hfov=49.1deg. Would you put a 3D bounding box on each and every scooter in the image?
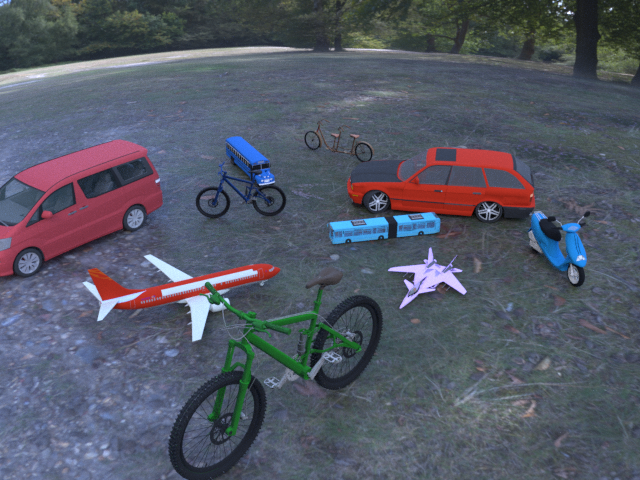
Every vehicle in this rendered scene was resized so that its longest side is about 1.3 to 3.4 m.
[{"bbox_3d":[3.358,-0.024,9.883,0.662,0.919,1.399,-7,29,-14],"label":"scooter"}]

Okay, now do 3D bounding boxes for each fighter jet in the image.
[{"bbox_3d":[1.402,0.539,9.499,1.147,0.286,1.358,17,32,29],"label":"fighter jet"}]

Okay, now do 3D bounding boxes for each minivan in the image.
[{"bbox_3d":[-3.866,-0.540,10.556,1.324,1.197,3.011,21,35,34],"label":"minivan"}]

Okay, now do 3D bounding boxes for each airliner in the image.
[{"bbox_3d":[-1.682,0.468,9.048,2.541,0.835,2.257,-13,31,-23],"label":"airliner"}]

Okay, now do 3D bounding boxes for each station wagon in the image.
[{"bbox_3d":[2.008,-1.019,11.751,3.105,0.920,1.327,5,28,9],"label":"station wagon"}]

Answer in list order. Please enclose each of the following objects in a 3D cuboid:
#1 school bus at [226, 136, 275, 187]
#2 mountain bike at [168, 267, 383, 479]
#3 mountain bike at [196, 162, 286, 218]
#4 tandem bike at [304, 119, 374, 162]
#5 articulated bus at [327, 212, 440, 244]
[{"bbox_3d":[-1.319,-1.478,13.131,0.365,0.434,1.708,-13,31,-23],"label":"school bus"},{"bbox_3d":[-0.314,1.145,6.869,1.114,1.688,2.857,24,36,38],"label":"mountain bike"},{"bbox_3d":[-1.283,-0.766,11.332,1.469,0.868,0.573,-2,28,-4],"label":"mountain bike"},{"bbox_3d":[0.361,-1.972,13.796,1.642,0.682,0.283,18,33,30],"label":"tandem bike"},{"bbox_3d":[0.996,-0.188,10.861,1.749,0.289,0.311,-6,29,-11],"label":"articulated bus"}]
